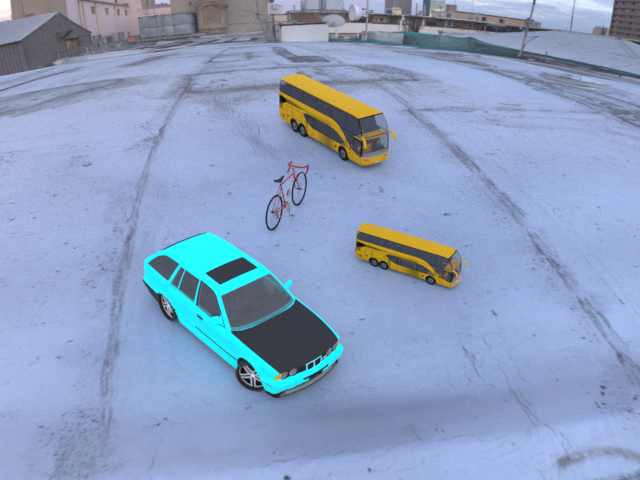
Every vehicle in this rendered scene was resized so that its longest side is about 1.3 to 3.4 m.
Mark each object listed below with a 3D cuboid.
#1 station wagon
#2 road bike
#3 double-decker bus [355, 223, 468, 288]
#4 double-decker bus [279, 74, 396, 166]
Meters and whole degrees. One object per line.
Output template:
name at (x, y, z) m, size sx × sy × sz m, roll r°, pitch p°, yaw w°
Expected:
station wagon at (-1.064, 0.791, 8.969) m, size 1.327 × 0.920 × 3.105 m, roll -24°, pitch 38°, yaw -35°
road bike at (-0.550, -0.773, 11.679) m, size 0.358 × 0.852 × 1.545 m, roll 13°, pitch 33°, yaw 20°
double-decker bus at (1.310, 0.226, 10.297) m, size 1.672 × 0.541 × 0.389 m, roll 18°, pitch 35°, yaw 27°
double-decker bus at (0.245, -2.483, 14.371) m, size 0.756 × 1.052 × 3.251 m, roll -19°, pitch 35°, yaw -29°
